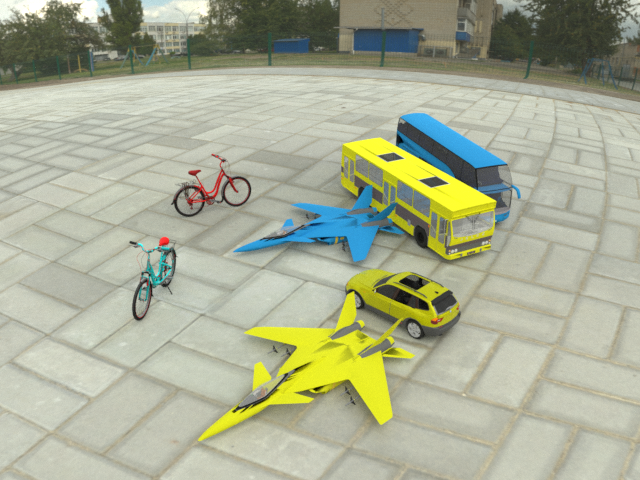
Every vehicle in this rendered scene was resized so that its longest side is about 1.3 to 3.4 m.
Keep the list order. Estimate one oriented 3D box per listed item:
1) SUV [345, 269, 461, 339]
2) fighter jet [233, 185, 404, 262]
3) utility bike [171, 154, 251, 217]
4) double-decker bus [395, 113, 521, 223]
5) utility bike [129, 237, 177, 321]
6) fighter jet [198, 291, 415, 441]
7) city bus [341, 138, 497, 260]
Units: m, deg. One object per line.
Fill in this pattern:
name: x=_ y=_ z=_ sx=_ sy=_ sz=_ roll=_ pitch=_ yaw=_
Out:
SUV: x=1.037 y=0.706 z=8.927 sx=1.572 sy=0.580 sz=0.656 roll=24 pitch=36 yaw=39
fighter jet: x=-0.106 y=-0.240 z=10.804 sx=2.640 sy=0.557 sz=2.229 roll=-13 pitch=30 yaw=-23
utility bike: x=-1.844 y=-0.935 z=11.737 sx=1.435 sy=0.946 sz=0.535 roll=-14 pitch=30 yaw=-25
double-decker bus: x=2.288 y=-1.296 z=12.328 sx=0.756 sy=1.052 sz=3.251 roll=-9 pitch=28 yaw=-17
utility bike: x=-2.111 y=0.381 z=9.160 sx=0.535 sy=0.946 sz=1.435 roll=5 pitch=27 yaw=10
fighter jet: x=-0.238 y=1.400 z=7.593 sx=2.640 sy=0.557 sz=2.229 roll=-23 pitch=35 yaw=-38
city bus: x=1.467 y=-0.733 z=11.399 sx=0.926 sy=0.894 sz=3.255 roll=-13 pitch=30 yaw=-24
